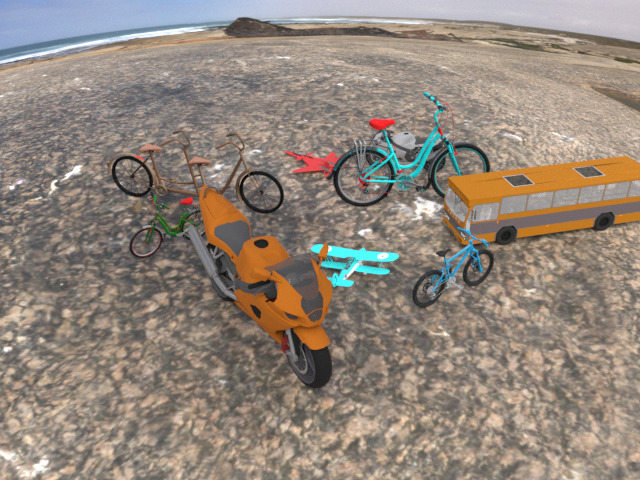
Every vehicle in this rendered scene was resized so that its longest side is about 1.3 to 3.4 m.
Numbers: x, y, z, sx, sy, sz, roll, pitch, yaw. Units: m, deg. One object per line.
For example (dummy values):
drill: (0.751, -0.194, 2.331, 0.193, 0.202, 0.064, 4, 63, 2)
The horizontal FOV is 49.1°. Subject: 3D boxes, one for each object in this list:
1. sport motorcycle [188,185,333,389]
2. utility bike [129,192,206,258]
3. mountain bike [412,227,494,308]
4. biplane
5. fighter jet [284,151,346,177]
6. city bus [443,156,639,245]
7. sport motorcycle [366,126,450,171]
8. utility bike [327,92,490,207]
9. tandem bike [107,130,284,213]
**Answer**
sport motorcycle: (-0.728, 0.517, 8.598, 0.983, 1.596, 2.955, -19, 36, -28)
utility bike: (-2.201, -0.261, 10.505, 1.435, 0.946, 0.535, -22, 38, -32)
mountain bike: (1.842, 0.390, 9.508, 1.469, 0.868, 0.573, -19, 36, -28)
biplane: (0.403, 0.374, 9.884, 1.336, 0.504, 1.090, 15, 34, 23)
fighter jet: (-0.194, -1.579, 13.310, 1.358, 0.286, 1.147, 25, 39, 34)
city bus: (3.632, -0.615, 11.137, 3.255, 0.894, 0.926, -8, 32, -12)
sport motorcycle: (1.612, -1.684, 12.967, 1.520, 0.821, 0.506, 5, 32, 8)
utility bike: (1.487, -1.480, 11.652, 2.791, 1.839, 1.039, -3, 31, -5)
tandem bike: (-2.129, -1.176, 11.645, 3.192, 1.326, 0.550, 8, 32, 13)
